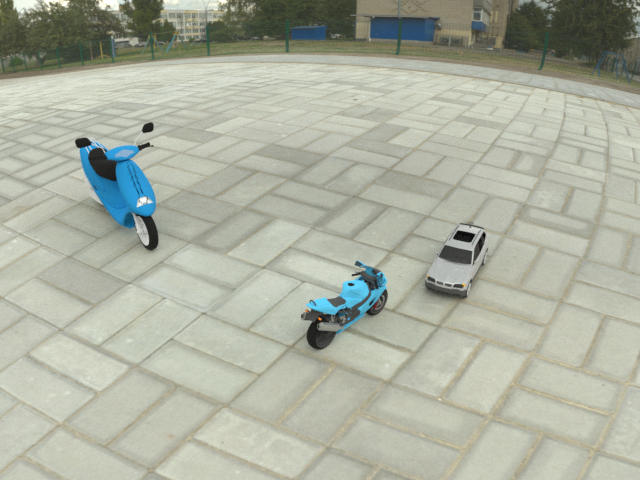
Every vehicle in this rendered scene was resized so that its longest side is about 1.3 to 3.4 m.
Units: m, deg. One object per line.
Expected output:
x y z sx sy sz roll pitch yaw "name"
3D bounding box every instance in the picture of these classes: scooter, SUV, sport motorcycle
-3.370 -1.056 11.551 1.288 1.786 2.721 -20 35 -31 "scooter"
2.072 0.268 10.446 0.656 0.580 1.572 13 32 22 "SUV"
0.379 0.850 9.181 1.520 0.821 0.506 -26 39 -38 "sport motorcycle"
